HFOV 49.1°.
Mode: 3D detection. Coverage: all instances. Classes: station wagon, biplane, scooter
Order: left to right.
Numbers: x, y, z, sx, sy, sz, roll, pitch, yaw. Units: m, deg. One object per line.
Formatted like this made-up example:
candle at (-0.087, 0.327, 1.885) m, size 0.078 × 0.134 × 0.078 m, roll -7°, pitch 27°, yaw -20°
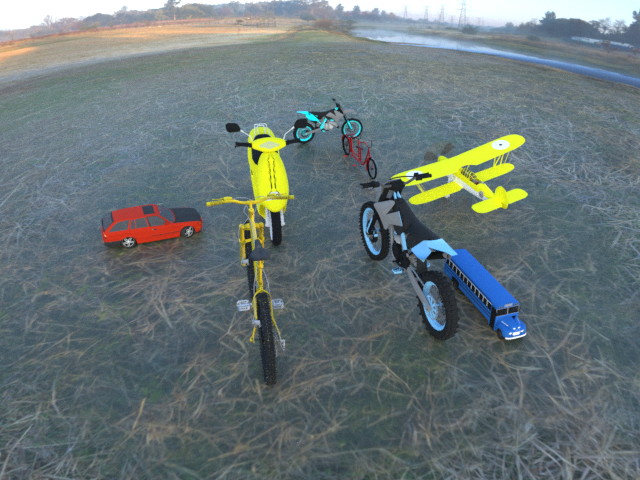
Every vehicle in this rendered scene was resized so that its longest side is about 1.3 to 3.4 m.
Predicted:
station wagon at (-2.701, -0.290, 11.268) m, size 1.597 × 0.473 × 0.682 m, roll -10°, pitch 32°, yaw -17°
scooter at (-0.875, -1.239, 11.582) m, size 1.288 × 1.786 × 2.721 m, roll -5°, pitch 31°, yaw -8°
biplane at (2.526, -0.999, 11.967) m, size 2.598 × 0.981 × 2.120 m, roll -13°, pitch 33°, yaw -20°

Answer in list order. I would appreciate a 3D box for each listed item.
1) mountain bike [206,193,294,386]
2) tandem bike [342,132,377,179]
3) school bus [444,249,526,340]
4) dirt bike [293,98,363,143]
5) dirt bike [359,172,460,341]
mountain bike at (-0.787, 0.456, 8.820) m, size 1.114 × 1.688 × 2.857 m, roll -5°, pitch 31°, yaw -9°
tandem bike at (0.749, -1.744, 13.517) m, size 0.283 × 0.682 × 1.642 m, roll -11°, pitch 32°, yaw -18°
school bus at (2.250, 0.726, 9.593) m, size 0.365 × 0.434 × 1.708 m, roll -10°, pitch 32°, yaw -16°
dirt bike at (0.170, -2.448, 14.534) m, size 1.493 × 0.857 × 0.527 m, roll -6°, pitch 31°, yaw -10°
dirt bike at (1.143, 0.031, 9.556) m, size 1.024 × 1.666 × 2.903 m, roll -11°, pitch 32°, yaw -17°
